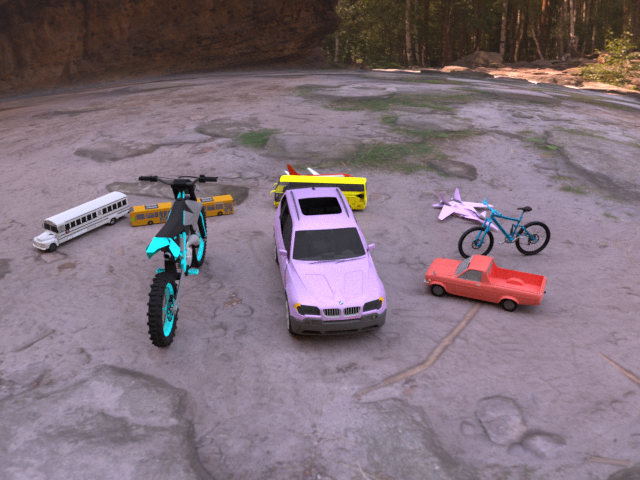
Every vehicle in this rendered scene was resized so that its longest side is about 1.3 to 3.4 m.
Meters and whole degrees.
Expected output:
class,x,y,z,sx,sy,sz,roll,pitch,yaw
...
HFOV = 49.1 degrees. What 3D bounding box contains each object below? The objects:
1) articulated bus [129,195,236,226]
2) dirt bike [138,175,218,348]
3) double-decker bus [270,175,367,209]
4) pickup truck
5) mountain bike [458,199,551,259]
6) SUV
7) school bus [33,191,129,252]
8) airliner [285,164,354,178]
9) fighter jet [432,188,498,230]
class,x,y,z,sx,sy,sz,roll,pitch,yaw
articulated bus,-2.319,-0.504,11.852,1.749,0.289,0.311,-8,27,-17
dirt bike,-1.852,0.054,9.149,1.024,1.666,2.903,1,26,2
double-decker bus,-0.020,-0.822,12.215,1.672,0.541,0.389,2,26,5
pickup truck,2.235,0.527,9.498,1.603,0.511,0.640,11,28,21
mountain bike,2.765,-0.125,10.422,1.469,0.868,0.573,-5,27,-10
SUV,0.046,0.167,9.531,1.276,1.128,3.058,-4,26,-7
school bus,-3.842,-0.309,11.290,0.365,0.434,1.708,16,31,30
airliner,0.001,-1.261,13.236,1.307,0.429,1.161,-4,26,-8
fighter jet,2.555,-0.499,11.845,1.147,0.286,1.358,-14,29,-26
